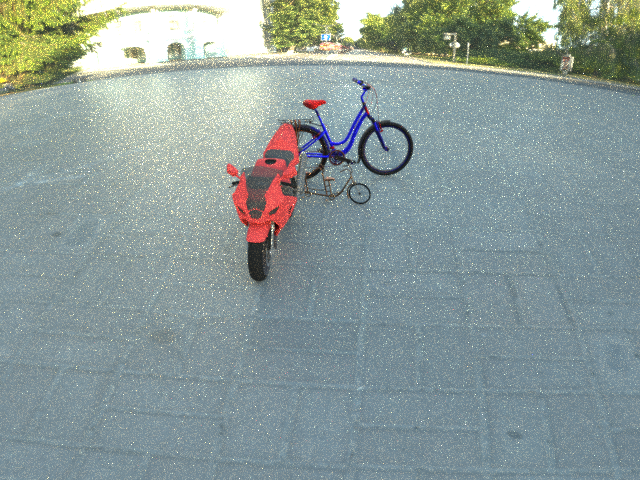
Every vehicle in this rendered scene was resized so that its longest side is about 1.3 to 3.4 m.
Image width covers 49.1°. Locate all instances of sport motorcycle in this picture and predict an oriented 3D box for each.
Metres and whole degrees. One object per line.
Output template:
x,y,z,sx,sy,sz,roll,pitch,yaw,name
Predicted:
-0.715,-0.654,10.569,0.983,1.596,2.955,3,27,6,sport motorcycle

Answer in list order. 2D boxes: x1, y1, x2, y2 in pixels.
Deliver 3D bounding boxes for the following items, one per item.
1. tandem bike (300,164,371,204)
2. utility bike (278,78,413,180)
0.088,-1.001,12.250,1.642,0.682,0.283,7,28,13,tandem bike
0.379,-2.063,13.056,2.791,1.839,1.039,-4,27,-7,utility bike
